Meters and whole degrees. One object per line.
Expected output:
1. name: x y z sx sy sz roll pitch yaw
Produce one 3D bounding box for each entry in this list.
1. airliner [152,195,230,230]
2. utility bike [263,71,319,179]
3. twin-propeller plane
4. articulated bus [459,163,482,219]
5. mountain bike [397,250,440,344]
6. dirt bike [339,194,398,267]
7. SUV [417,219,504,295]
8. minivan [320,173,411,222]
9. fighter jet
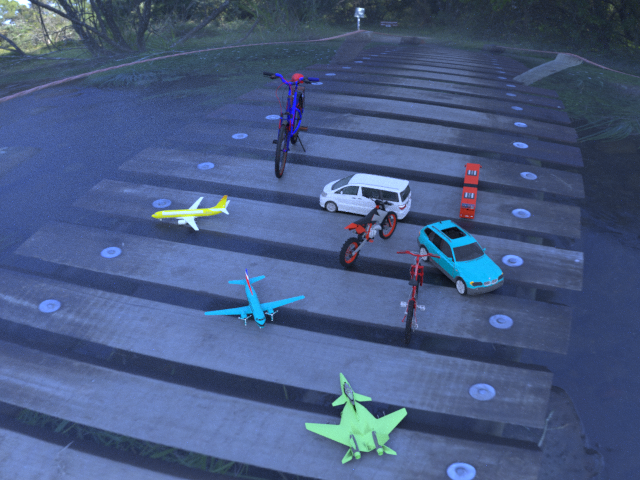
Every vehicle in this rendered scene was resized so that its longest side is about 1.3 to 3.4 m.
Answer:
1. airliner: -2.165 -0.530 11.686 1.307 0.429 1.161 -2 31 -4
2. utility bike: -0.482 -2.431 13.495 1.039 1.839 2.791 4 31 6
3. twin-propeller plane: -0.896 0.801 9.476 1.370 0.407 1.095 -9 32 -14
4. articulated bus: 2.668 -0.894 12.433 0.311 0.289 1.749 7 32 12
5. mountain bike: 1.239 0.685 9.221 0.573 0.868 1.469 6 31 11
6. dirt bike: 0.762 -0.193 10.704 0.527 0.857 1.493 22 37 32
7. SUV: 2.043 0.217 10.287 0.656 0.580 1.572 -13 33 -21
8. minivan: 0.761 -0.775 11.914 1.548 0.616 0.681 11 33 18
9. fighter jet: 0.384 1.864 7.814 1.147 0.286 1.358 -6 31 -10
